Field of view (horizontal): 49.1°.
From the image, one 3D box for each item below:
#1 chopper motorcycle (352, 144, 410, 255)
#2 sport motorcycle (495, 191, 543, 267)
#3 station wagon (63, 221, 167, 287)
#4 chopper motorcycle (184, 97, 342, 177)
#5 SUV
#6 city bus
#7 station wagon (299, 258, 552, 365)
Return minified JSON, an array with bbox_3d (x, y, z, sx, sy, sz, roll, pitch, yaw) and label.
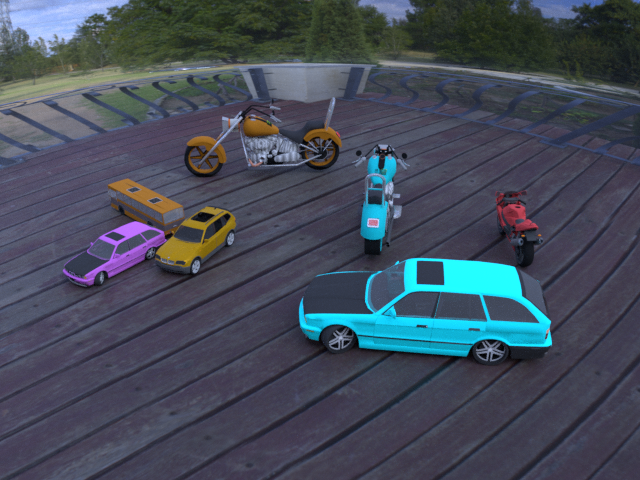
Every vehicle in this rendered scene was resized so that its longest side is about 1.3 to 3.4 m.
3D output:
[{"bbox_3d":[0.994,-0.911,11.422,0.906,1.480,3.040,4,28,8],"label":"chopper motorcycle"},{"bbox_3d":[3.025,-0.220,10.818,0.506,0.821,1.520,-2,28,-3],"label":"sport motorcycle"},{"bbox_3d":[-3.063,0.161,10.469,0.682,0.473,1.597,19,33,31],"label":"station wagon"},{"bbox_3d":[-1.092,-1.971,13.427,3.040,1.480,0.906,-3,28,-5],"label":"chopper motorcycle"},{"bbox_3d":[-1.879,-0.032,10.719,0.656,0.580,1.572,12,30,22],"label":"SUV"},{"bbox_3d":[-2.947,-0.552,11.833,1.674,0.460,0.476,24,36,38],"label":"city bus"},{"bbox_3d":[1.284,0.788,8.805,3.105,0.920,1.327,3,28,6],"label":"station wagon"}]
